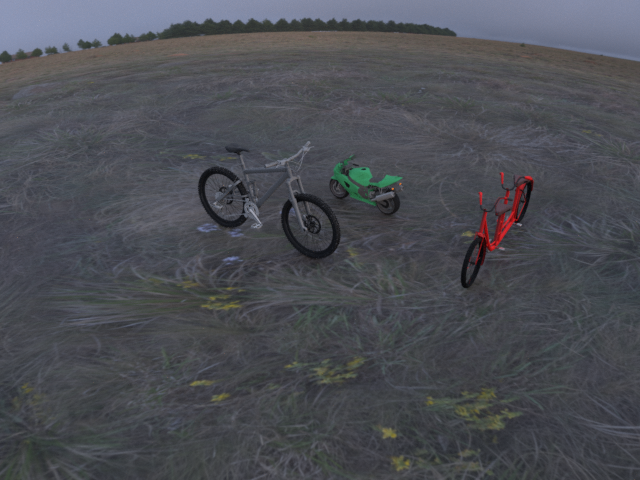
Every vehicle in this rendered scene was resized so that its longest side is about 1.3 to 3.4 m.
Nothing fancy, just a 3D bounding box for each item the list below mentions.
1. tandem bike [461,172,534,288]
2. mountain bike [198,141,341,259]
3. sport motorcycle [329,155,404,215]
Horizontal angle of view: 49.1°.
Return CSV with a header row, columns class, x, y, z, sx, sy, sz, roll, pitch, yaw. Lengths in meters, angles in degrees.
class,x,y,z,sx,sy,sz,roll,pitch,yaw
tandem bike,2.865,-0.410,10.979,0.550,1.326,3.192,17,34,27
mountain bike,-0.886,-0.718,11.148,2.857,1.688,1.114,19,35,29
sport motorcycle,0.794,-0.973,12.452,1.520,0.821,0.506,21,36,31
